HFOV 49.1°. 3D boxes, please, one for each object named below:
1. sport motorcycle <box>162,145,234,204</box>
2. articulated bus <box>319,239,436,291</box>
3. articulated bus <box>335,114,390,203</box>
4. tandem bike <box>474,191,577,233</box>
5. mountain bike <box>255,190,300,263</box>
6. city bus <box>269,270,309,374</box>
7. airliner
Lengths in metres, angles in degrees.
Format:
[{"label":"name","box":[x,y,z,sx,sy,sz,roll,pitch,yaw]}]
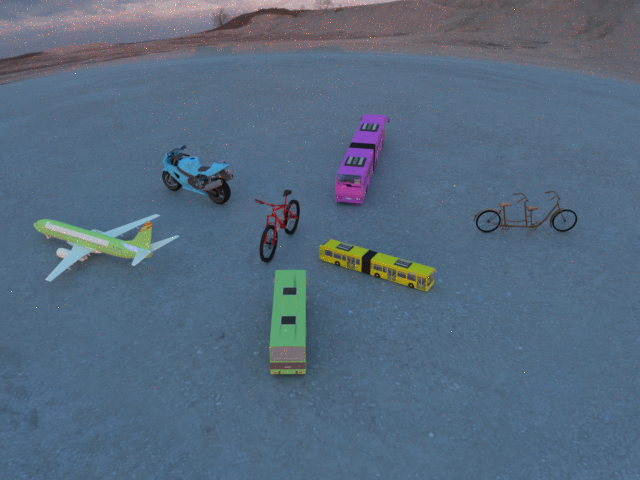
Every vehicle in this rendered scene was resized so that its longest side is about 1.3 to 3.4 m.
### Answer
[{"label":"sport motorcycle","box":[-2.161,-1.120,12.116,1.520,0.821,0.506,16,33,27]},{"label":"articulated bus","box":[0.800,0.345,10.001,1.749,0.289,0.311,16,33,26]},{"label":"articulated bus","box":[0.825,-1.619,13.297,0.605,0.561,3.401,6,29,10]},{"label":"tandem bike","box":[3.244,-0.424,10.993,1.642,0.682,0.283,0,29,-1]},{"label":"mountain bike","box":[-0.597,-0.288,10.553,0.573,0.868,1.469,10,30,17]},{"label":"city bus","box":[-0.375,0.992,8.644,0.476,0.460,1.674,0,29,-1]},{"label":"airliner","box":[-3.381,-0.157,10.347,2.541,0.835,2.257,15,32,25]}]
